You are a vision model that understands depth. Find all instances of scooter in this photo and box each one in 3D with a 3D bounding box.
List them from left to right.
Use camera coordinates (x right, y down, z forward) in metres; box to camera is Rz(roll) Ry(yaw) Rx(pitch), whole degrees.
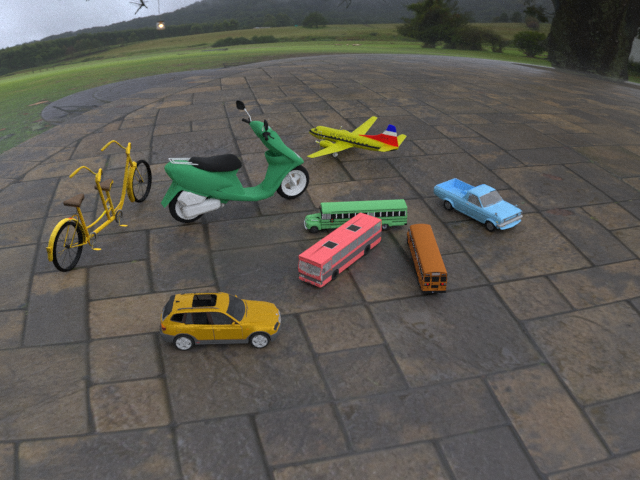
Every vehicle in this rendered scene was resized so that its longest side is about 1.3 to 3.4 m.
[{"bbox_3d":[-1.403,-1.296,11.884,2.721,1.786,1.288,-15,33,-24],"label":"scooter"}]

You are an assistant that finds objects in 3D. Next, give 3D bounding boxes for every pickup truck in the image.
[{"bbox_3d":[2.709,-0.677,12.088,0.640,0.511,1.603,-21,36,-32],"label":"pickup truck"}]

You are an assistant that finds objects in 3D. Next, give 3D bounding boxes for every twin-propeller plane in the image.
[{"bbox_3d":[0.663,-2.158,14.369,2.129,0.792,2.663,18,34,28],"label":"twin-propeller plane"}]

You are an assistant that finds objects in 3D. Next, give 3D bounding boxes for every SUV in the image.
[{"bbox_3d":[-1.292,1.008,9.101,1.572,0.580,0.656,-1,30,-2],"label":"SUV"}]

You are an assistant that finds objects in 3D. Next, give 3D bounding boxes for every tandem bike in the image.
[{"bbox_3d":[-3.496,-0.689,11.295,0.550,1.326,3.192,7,31,13],"label":"tandem bike"}]

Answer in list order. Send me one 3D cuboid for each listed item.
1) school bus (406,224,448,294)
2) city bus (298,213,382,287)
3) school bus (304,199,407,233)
[{"bbox_3d":[1.597,0.216,10.619,0.365,0.434,1.708,-1,30,-2],"label":"school bus"},{"bbox_3d":[0.332,0.145,10.716,0.476,0.460,1.674,20,35,30],"label":"city bus"},{"bbox_3d":[0.591,-0.406,11.695,1.708,0.434,0.365,-3,30,-4],"label":"school bus"}]
